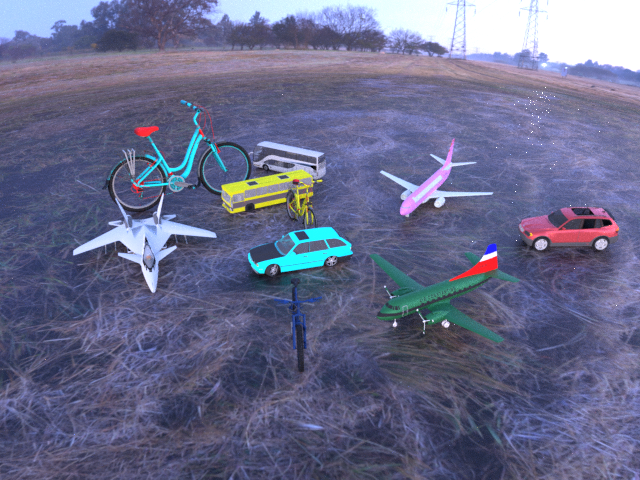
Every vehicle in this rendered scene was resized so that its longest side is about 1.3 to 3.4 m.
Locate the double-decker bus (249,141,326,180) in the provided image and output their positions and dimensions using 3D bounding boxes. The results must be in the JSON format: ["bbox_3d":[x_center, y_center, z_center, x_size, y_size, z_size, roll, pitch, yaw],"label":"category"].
[{"bbox_3d":[-0.664,-1.632,14.288,1.672,0.541,0.389,15,30,28],"label":"double-decker bus"}]

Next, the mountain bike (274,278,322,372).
[{"bbox_3d":[-0.284,0.962,8.739,0.573,0.868,1.469,-2,27,-5],"label":"mountain bike"}]

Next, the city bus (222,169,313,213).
[{"bbox_3d":[-0.956,-0.885,12.887,1.674,0.460,0.476,-14,30,-26],"label":"city bus"}]

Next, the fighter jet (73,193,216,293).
[{"bbox_3d":[-2.720,0.024,10.961,2.229,0.557,2.640,-7,28,-14],"label":"fighter jet"}]

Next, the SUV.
[{"bbox_3d":[4.047,-0.213,11.409,1.572,0.580,0.656,0,27,-1],"label":"SUV"}]

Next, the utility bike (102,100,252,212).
[{"bbox_3d":[-2.603,-1.549,12.673,2.791,1.839,1.039,-13,29,-23],"label":"utility bike"}]

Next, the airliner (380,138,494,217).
[{"bbox_3d":[2.040,-1.158,13.013,2.257,0.835,2.541,14,30,26],"label":"airliner"}]

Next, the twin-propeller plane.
[{"bbox_3d":[1.643,0.621,9.506,2.129,0.792,2.663,-16,31,-28],"label":"twin-propeller plane"}]

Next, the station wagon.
[{"bbox_3d":[-0.315,0.143,10.818,1.597,0.473,0.682,-9,28,-17],"label":"station wagon"}]

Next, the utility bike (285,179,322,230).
[{"bbox_3d":[-0.280,-0.640,11.855,0.535,0.946,1.435,-11,29,-20],"label":"utility bike"}]
